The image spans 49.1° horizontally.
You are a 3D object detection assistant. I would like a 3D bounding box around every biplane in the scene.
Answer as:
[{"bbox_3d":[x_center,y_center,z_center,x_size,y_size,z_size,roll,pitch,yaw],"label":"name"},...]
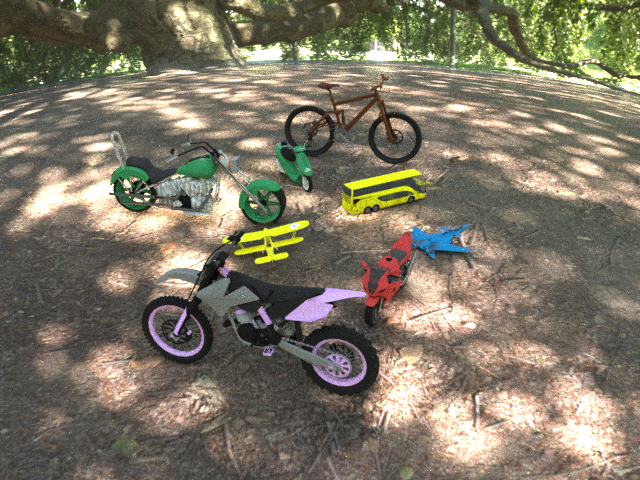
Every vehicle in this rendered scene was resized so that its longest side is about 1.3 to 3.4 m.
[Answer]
[{"bbox_3d":[-0.801,0.080,10.648,1.336,0.504,1.090,-4,28,-8],"label":"biplane"}]

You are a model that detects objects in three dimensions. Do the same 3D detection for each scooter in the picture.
[{"bbox_3d":[-0.504,-1.525,13.264,0.662,0.919,1.399,-15,31,-26],"label":"scooter"}]

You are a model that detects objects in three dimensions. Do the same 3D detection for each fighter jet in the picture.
[{"bbox_3d":[2.022,-0.117,11.258,1.358,0.286,1.147,-24,36,-37],"label":"fighter jet"}]

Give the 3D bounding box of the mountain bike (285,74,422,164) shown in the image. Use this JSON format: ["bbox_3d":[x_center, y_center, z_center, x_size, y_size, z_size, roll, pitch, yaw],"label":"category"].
[{"bbox_3d":[0.648,-2.413,14.131,2.857,1.688,1.114,7,28,13],"label":"mountain bike"}]

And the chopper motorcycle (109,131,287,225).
[{"bbox_3d":[-2.080,-1.034,11.724,3.040,1.480,0.906,4,28,8],"label":"chopper motorcycle"}]

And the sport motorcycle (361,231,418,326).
[{"bbox_3d":[0.933,0.513,9.480,0.506,0.821,1.520,13,30,23],"label":"sport motorcycle"}]

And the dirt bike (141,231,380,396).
[{"bbox_3d":[-0.742,0.880,7.868,2.903,1.666,1.024,8,29,15],"label":"dirt bike"}]

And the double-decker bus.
[{"bbox_3d":[1.176,-0.864,12.411,1.672,0.541,0.389,-14,31,-25],"label":"double-decker bus"}]
